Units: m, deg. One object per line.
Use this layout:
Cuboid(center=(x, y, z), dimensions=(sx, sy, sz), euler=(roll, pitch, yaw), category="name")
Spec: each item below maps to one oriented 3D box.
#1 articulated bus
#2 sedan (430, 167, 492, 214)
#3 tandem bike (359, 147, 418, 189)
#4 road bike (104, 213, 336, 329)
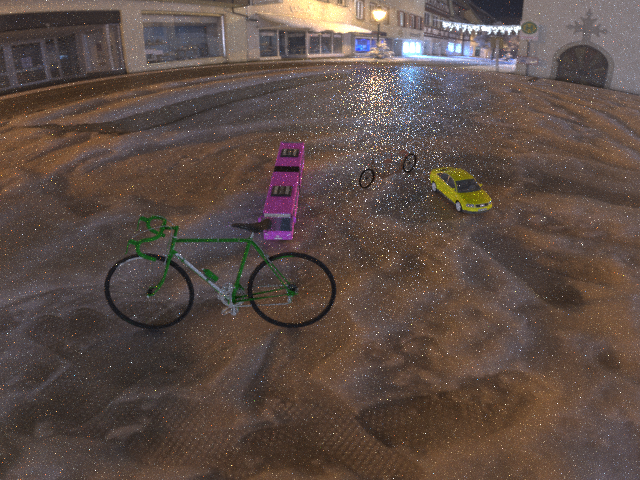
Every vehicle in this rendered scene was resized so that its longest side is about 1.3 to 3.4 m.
Cuboid(center=(-0.627, -0.991, 12.829), dimensions=(0.605, 0.561, 3.401), euler=(1, 28, 2), category="articulated bus")
Cuboid(center=(2.583, -0.973, 12.877), dimensions=(0.635, 0.483, 1.613), euler=(-9, 30, -17), category="sedan")
Cuboid(center=(1.356, -1.484, 13.620), dimensions=(1.642, 0.682, 0.283), euler=(-23, 36, -36), category="tandem bike")
Cuboid(center=(-1.289, 0.453, 8.975), dimensions=(3.004, 1.656, 0.697), euler=(0, 28, -1), category="road bike")
